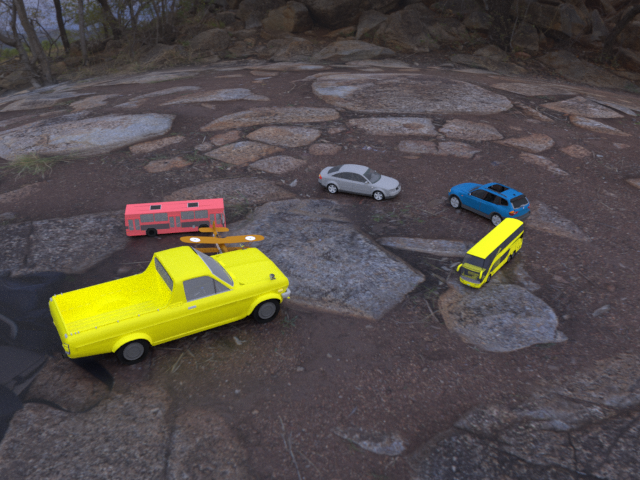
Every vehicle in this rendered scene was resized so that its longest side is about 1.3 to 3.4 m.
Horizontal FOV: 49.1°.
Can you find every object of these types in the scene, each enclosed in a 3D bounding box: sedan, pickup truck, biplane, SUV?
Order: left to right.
[{"bbox_3d":[-1.975,0.730,9.432,3.117,0.993,1.244,-15,32,-26],"label":"pickup truck"},{"bbox_3d":[-1.587,0.031,11.256,1.336,0.504,1.090,-10,30,-18],"label":"biplane"},{"bbox_3d":[0.764,-1.159,13.502,1.613,0.483,0.635,10,30,19],"label":"sedan"},{"bbox_3d":[3.036,-0.741,12.618,0.656,0.580,1.572,-21,34,-33],"label":"SUV"}]

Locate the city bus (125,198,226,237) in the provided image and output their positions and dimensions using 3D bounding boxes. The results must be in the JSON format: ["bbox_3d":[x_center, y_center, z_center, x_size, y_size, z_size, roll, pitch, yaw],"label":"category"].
[{"bbox_3d":[-2.480,-0.376,12.064,1.674,0.460,0.476,-4,28,-8],"label":"city bus"}]

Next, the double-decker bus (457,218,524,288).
[{"bbox_3d":[2.686,0.200,10.902,0.389,0.541,1.672,19,34,32],"label":"double-decker bus"}]
